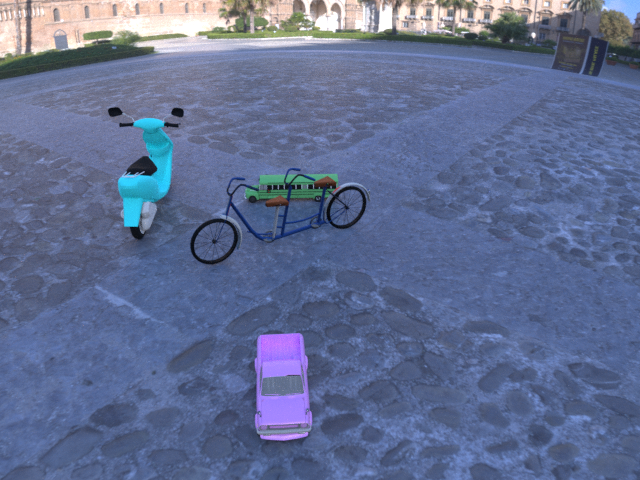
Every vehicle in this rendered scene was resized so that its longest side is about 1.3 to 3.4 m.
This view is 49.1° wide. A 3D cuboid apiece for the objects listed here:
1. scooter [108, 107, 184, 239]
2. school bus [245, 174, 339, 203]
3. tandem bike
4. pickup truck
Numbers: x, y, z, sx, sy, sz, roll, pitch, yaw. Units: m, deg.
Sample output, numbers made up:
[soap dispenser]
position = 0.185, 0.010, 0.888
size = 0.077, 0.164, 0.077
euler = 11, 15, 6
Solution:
[scooter]
position = -2.938, -1.293, 11.942
size = 1.288, 1.786, 2.721
euler = 1, 30, 1
[school bus]
position = -0.516, -0.948, 12.699
size = 1.708, 0.434, 0.365
euler = -1, 30, -2
[tandem bike]
position = -0.547, -0.499, 11.019
size = 3.192, 1.326, 0.550
euler = -16, 33, -25
[pickup truck]
position = -0.442, 1.619, 8.143
size = 0.640, 0.511, 1.603
euler = -2, 30, -4
